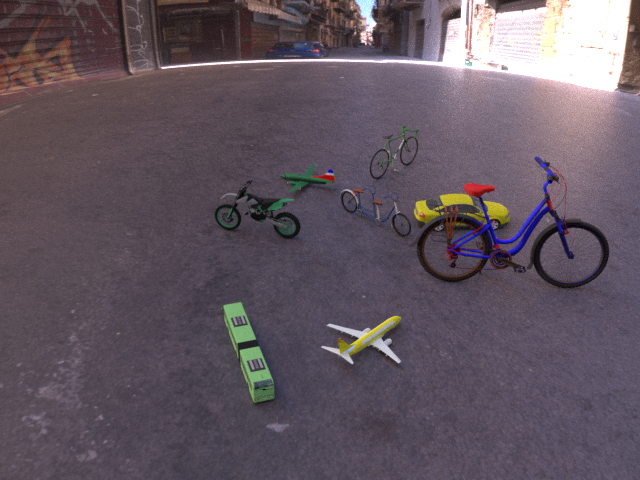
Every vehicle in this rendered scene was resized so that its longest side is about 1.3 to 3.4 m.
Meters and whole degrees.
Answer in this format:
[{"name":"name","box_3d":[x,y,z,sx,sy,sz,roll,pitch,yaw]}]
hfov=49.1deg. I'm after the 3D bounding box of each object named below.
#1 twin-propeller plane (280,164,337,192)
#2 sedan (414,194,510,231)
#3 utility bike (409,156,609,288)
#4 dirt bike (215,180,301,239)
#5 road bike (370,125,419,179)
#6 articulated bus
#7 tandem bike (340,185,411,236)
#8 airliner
[{"name":"twin-propeller plane","box_3d":[-0.239,-1.195,13.199,1.095,0.407,1.370,9,30,15]},{"name":"sedan","box_3d":[2.408,-0.499,11.832,1.613,0.483,0.635,-1,28,-2]},{"name":"utility bike","box_3d":[2.694,-0.231,9.910,2.791,1.839,1.039,3,29,6]},{"name":"dirt bike","box_3d":[-1.037,-0.476,11.397,1.493,0.857,0.527,8,29,14]},{"name":"road bike","box_3d":[1.474,-1.742,13.745,0.358,0.852,1.545,24,36,37]},{"name":"articulated bus","box_3d":[-0.899,1.339,8.636,0.311,0.289,1.749,-9,30,-16]},{"name":"tandem bike","box_3d":[0.913,-0.584,11.781,0.283,0.682,1.642,-24,36,-37]},{"name":"airliner","box_3d":[0.634,1.153,8.832,1.161,0.429,1.307,23,36,36]}]
